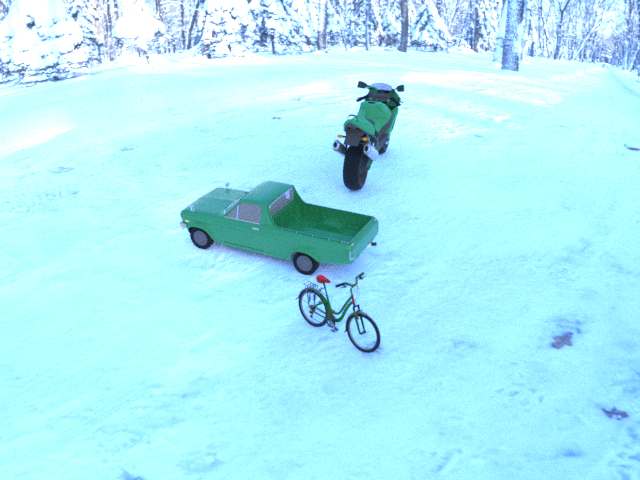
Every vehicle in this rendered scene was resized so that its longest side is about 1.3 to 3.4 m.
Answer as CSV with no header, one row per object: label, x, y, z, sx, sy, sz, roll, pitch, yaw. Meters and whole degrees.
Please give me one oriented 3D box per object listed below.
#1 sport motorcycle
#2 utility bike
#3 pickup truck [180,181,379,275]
sport motorcycle,0.988,-2.119,13.812,0.983,1.596,2.955,9,29,16
utility bike,0.244,0.820,8.964,1.435,0.946,0.535,23,36,36
pickup truck,-0.675,-0.313,11.051,3.117,0.993,1.244,13,30,22
